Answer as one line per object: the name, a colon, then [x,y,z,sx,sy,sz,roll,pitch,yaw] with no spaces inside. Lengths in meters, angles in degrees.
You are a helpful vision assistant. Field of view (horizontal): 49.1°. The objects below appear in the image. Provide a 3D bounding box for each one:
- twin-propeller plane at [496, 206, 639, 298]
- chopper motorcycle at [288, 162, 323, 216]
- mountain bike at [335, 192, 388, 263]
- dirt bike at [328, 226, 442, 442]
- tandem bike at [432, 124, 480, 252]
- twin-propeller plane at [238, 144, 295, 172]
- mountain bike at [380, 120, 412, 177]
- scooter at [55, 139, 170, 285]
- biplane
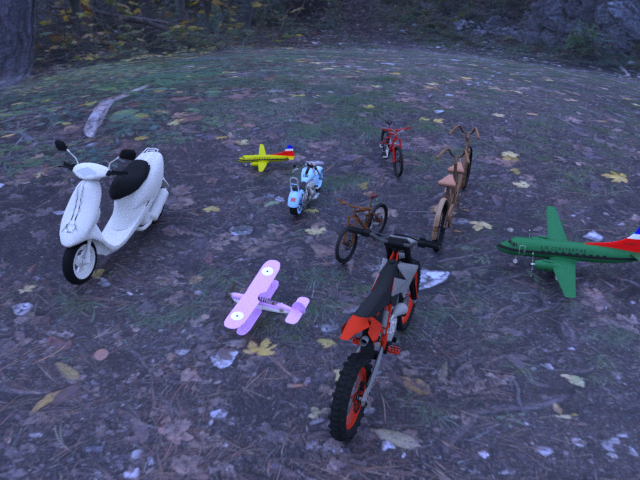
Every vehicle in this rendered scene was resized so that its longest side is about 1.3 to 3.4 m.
twin-propeller plane: [3.616,0.066,9.973,2.129,0.792,2.663,5,30,10]
chopper motorcycle: [-0.219,-0.992,11.905,0.466,0.761,1.563,8,30,14]
mountain bike: [0.641,-0.252,10.465,0.573,0.868,1.469,18,34,29]
dirt bike: [0.685,0.809,7.738,1.024,1.666,2.903,11,31,19]
tandem bike: [2.177,-0.962,11.271,0.550,1.326,3.192,10,31,17]
twin-propeller plane: [-1.030,-1.610,13.381,1.095,0.407,1.370,-2,29,-3]
mountain bike: [1.359,-1.802,13.252,0.573,0.868,1.469,-5,29,-8]
scooter: [-3.004,-0.672,10.276,1.288,1.786,2.721,9,30,16]
biplane: [-0.694,0.823,8.907,1.090,0.504,1.336,11,31,19]
